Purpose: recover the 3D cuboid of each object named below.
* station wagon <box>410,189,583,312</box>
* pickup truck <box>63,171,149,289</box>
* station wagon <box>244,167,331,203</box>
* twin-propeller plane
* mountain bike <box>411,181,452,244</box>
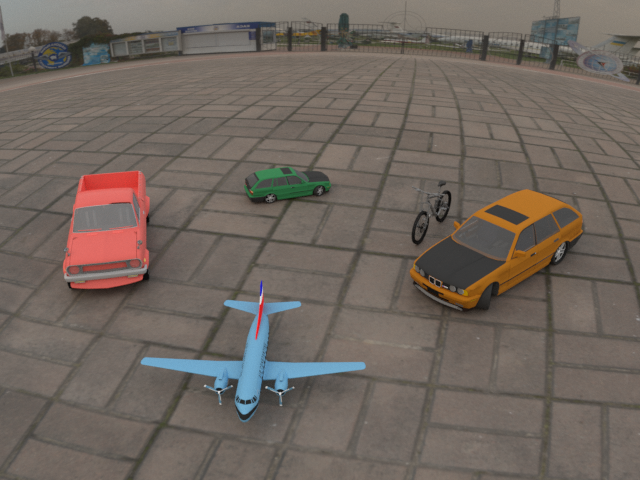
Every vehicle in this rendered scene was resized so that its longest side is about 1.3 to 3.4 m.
[{"bbox_3d":[2.715,0.031,10.560,3.105,0.920,1.327,-24,37,-36],"label":"station wagon"},{"bbox_3d":[-3.357,-0.339,11.140,1.244,0.993,3.117,-6,30,-11],"label":"pickup truck"},{"bbox_3d":[-0.588,-1.074,12.964,1.597,0.473,0.682,-9,31,-16],"label":"station wagon"},{"bbox_3d":[-0.787,1.316,8.422,2.663,0.792,2.129,1,30,2],"label":"twin-propeller plane"},{"bbox_3d":[1.869,-0.524,11.593,0.573,0.868,1.469,17,34,28],"label":"mountain bike"}]
